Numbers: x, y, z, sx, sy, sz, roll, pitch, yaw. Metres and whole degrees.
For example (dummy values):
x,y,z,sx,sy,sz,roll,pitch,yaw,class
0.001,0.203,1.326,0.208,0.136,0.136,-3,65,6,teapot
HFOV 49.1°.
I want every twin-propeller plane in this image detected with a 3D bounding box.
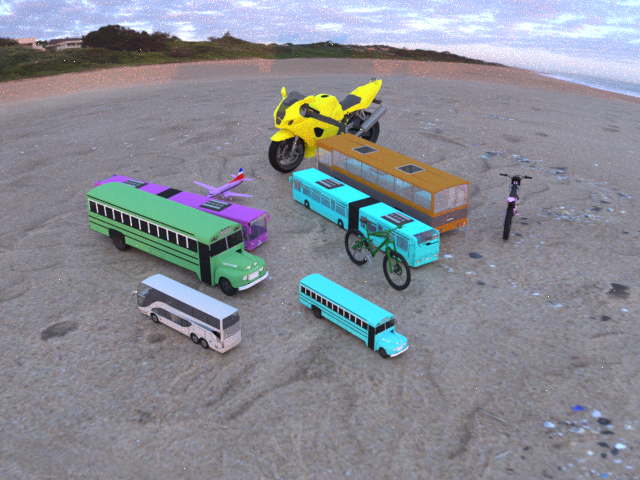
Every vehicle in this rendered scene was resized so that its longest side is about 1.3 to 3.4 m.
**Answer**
x,y,z,sx,sy,sz,roll,pitch,yaw,class
-1.731,-0.999,12.877,1.370,0.407,1.095,15,30,29,twin-propeller plane

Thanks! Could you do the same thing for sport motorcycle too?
x,y,z,sx,sy,sz,roll,pitch,yaw,class
0.153,-2.380,14.378,2.955,1.596,0.983,-20,32,-35,sport motorcycle

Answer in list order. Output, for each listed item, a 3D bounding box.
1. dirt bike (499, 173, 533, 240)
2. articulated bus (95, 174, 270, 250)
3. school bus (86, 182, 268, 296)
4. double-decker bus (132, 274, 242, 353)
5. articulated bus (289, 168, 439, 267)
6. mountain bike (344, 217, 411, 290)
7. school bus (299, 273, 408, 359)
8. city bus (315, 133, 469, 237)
x,y,z,sx,sy,sz,roll,pitch,yaw,class
3.171,-0.619,11.568,0.527,0.857,1.493,9,27,18,dirt bike
-2.364,-0.499,11.659,3.401,0.561,0.605,15,29,28,articulated bus
-2.184,-0.081,10.464,3.322,0.844,0.709,18,31,33,school bus
-1.685,0.889,8.795,1.672,0.541,0.389,19,32,34,double-decker bus
0.627,-0.448,11.553,0.605,0.561,3.401,-17,30,-31,articulated bus
0.804,0.127,10.004,0.573,0.868,1.469,-17,30,-31,mountain bike
0.405,0.936,8.822,0.365,0.434,1.708,-21,33,-36,school bus
1.154,-1.005,12.327,0.926,0.894,3.255,-17,30,-31,city bus
